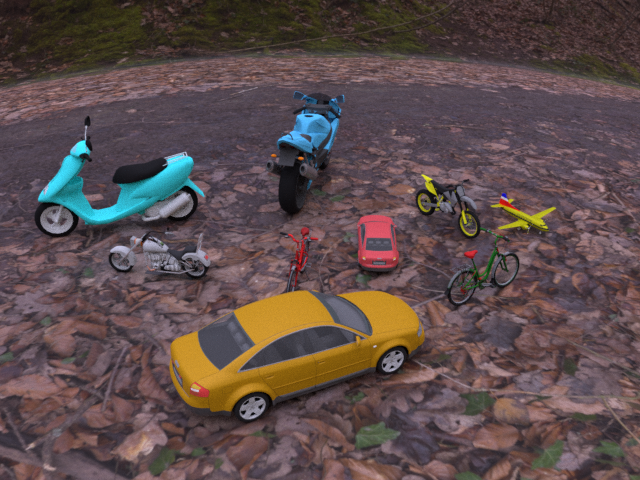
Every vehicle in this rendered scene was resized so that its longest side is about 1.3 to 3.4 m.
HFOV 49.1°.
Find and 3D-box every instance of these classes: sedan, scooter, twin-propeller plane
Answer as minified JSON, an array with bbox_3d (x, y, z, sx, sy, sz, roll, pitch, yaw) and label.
[{"bbox_3d":[0.893,-0.037,10.921,0.635,0.483,1.613,1,29,2],"label":"sedan"},{"bbox_3d":[-0.203,1.159,8.283,3.137,0.940,1.235,-13,32,-23],"label":"sedan"},{"bbox_3d":[-3.274,-0.993,11.303,2.721,1.786,1.288,-9,30,-15],"label":"scooter"},{"bbox_3d":[3.406,-0.435,11.719,1.370,0.407,1.095,-18,34,-29],"label":"twin-propeller plane"}]

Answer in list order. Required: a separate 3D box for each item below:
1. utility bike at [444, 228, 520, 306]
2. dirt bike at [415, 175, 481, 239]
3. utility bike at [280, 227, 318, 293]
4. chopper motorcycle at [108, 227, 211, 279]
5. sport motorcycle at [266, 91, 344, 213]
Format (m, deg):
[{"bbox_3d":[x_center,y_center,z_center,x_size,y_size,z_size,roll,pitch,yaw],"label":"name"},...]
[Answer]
[{"bbox_3d":[2.252,0.350,9.741,1.435,0.946,0.535,-18,33,-29],"label":"utility bike"},{"bbox_3d":[2.121,-0.619,11.586,0.527,0.857,1.493,-19,34,-31],"label":"dirt bike"},{"bbox_3d":[-0.255,0.245,9.930,0.535,0.946,1.435,5,29,9],"label":"utility bike"},{"bbox_3d":[-2.366,0.181,10.239,1.563,0.761,0.466,6,29,10],"label":"chopper motorcycle"},{"bbox_3d":[-0.212,-1.668,12.721,0.983,1.596,2.955,7,30,13],"label":"sport motorcycle"}]
